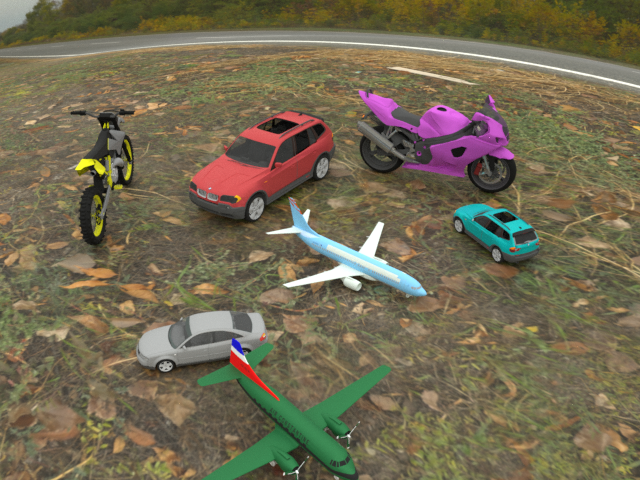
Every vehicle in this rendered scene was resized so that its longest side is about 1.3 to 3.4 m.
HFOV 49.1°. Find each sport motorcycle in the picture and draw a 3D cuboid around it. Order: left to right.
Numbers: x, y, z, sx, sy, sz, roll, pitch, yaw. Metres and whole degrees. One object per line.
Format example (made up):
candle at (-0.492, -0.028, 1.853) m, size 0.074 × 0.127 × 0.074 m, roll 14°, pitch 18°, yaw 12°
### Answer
sport motorcycle at (2.047, -1.771, 12.436) m, size 2.955 × 1.596 × 0.983 m, roll 13°, pitch 34°, yaw 21°

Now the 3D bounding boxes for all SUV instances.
SUV at (-0.952, -1.389, 12.260) m, size 1.276 × 1.128 × 3.058 m, roll 20°, pitch 37°, yaw 30°
SUV at (2.715, -0.200, 10.840) m, size 0.656 × 0.580 × 1.572 m, roll -14°, pitch 34°, yaw -22°

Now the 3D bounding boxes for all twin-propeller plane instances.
twin-propeller plane at (-0.338, 1.792, 7.379) m, size 2.663 × 0.792 × 2.129 m, roll -25°, pitch 39°, yaw -34°

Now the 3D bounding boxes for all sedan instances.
sedan at (-1.456, 1.195, 8.651) m, size 1.613 × 0.483 × 0.635 m, roll -7°, pitch 32°, yaw -11°

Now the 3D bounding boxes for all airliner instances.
airliner at (0.469, 0.117, 10.078) m, size 2.541 × 0.835 × 2.257 m, roll 24°, pitch 39°, yaw 33°

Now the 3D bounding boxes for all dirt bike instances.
dirt bike at (-3.514, -1.221, 11.468) m, size 1.024 × 1.666 × 2.903 m, roll 0°, pitch 31°, yaw 0°
